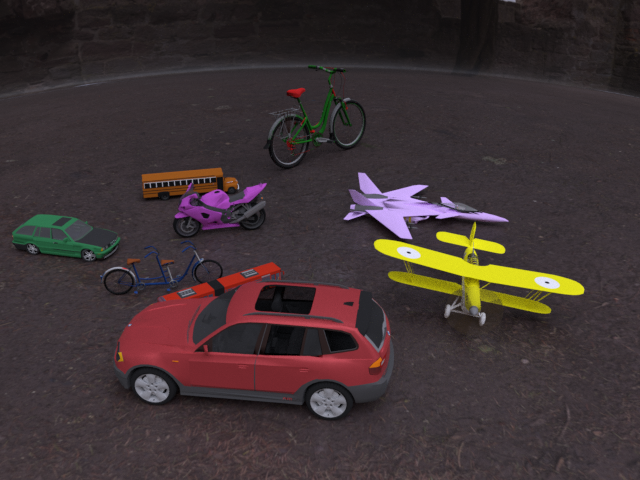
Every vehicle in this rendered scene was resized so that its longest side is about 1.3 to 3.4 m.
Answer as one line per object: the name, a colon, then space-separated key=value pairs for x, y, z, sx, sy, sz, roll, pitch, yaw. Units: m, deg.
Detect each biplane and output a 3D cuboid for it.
biplane: x=2.014 y=0.436 z=9.107 sx=2.598 sy=0.981 sz=2.120 roll=4 pitch=27 yaw=9

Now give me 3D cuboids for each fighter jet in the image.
fighter jet: x=1.803 y=-0.608 z=11.650 sx=2.640 sy=0.557 sz=2.229 roll=7 pitch=27 yaw=13

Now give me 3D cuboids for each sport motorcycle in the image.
sport motorcycle: x=-1.581 y=-0.483 z=11.109 sx=1.520 sy=0.821 sz=0.506 roll=-7 pitch=28 yaw=-14

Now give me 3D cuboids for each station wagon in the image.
station wagon: x=-3.862 y=-0.068 z=10.670 sx=1.597 sy=0.473 sz=0.682 roll=6 pitch=27 yaw=12

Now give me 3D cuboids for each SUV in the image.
SUV: x=-0.717 y=1.074 z=7.676 sx=3.058 sy=1.128 sz=1.276 roll=3 pitch=27 yaw=7

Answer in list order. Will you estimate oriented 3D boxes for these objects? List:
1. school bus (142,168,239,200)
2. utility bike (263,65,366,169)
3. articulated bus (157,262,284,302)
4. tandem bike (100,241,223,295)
school bus: x=-2.325 y=-1.018 z=12.599 sx=1.708 sy=0.434 sz=0.365 roll=-6 pitch=27 yaw=-12
utility bike: x=-0.115 y=-2.541 z=14.060 sx=2.791 sy=1.839 sz=1.039 roll=-23 pitch=35 yaw=-38
articulated bus: x=-1.305 y=0.681 z=9.389 sx=1.749 sy=0.289 sz=0.311 roll=-17 pitch=31 yaw=-30
tandem bike: x=-2.155 y=0.385 z=9.541 sx=1.642 sy=0.682 sz=0.283 roll=-6 pitch=27 yaw=-11
